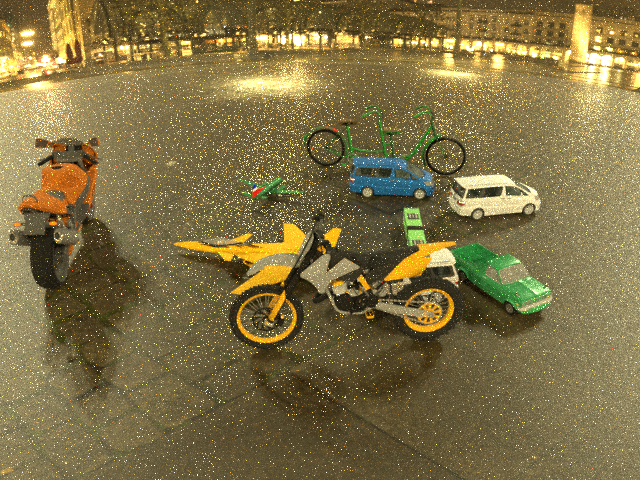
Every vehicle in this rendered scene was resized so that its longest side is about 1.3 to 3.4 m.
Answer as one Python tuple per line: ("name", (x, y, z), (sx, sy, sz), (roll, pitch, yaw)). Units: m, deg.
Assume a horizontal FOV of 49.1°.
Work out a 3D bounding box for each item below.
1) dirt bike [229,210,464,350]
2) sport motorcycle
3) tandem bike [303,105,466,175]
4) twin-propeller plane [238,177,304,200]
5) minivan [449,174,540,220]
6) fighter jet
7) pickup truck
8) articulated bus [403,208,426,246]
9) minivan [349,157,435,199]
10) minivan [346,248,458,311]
("dirt bike", (0.345, 0.573, 8.408), (2.903, 1.666, 1.024), (-3, 28, -5))
("sport motorcycle", (-3.864, -0.520, 10.536), (0.983, 1.596, 2.955), (-2, 28, -4))
("tandem bike", (1.227, -1.962, 13.532), (3.192, 1.326, 0.550), (6, 29, 11))
("twin-propeller plane", (-0.944, -0.978, 12.661), (1.370, 0.407, 1.095), (13, 31, 23))
("minivan", (3.034, -0.779, 12.065), (1.548, 0.616, 0.681), (-6, 29, -10))
("fighter jet", (-1.018, 0.087, 10.501), (2.640, 0.557, 2.229), (8, 29, 15))
("pickup truck", (2.498, 0.474, 9.824), (0.640, 0.511, 1.603), (-15, 31, -26))
("articulated bus", (1.497, -0.029, 11.005), (0.311, 0.289, 1.749), (1, 28, 2))
("minivan", (1.315, -1.150, 12.763), (1.548, 0.616, 0.681), (2, 28, 4))
("minivan", (1.107, 0.517, 9.632), (1.548, 0.616, 0.681), (-5, 28, -9))
